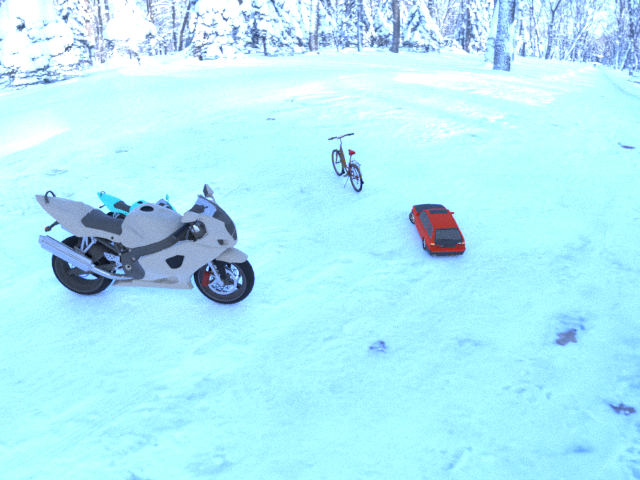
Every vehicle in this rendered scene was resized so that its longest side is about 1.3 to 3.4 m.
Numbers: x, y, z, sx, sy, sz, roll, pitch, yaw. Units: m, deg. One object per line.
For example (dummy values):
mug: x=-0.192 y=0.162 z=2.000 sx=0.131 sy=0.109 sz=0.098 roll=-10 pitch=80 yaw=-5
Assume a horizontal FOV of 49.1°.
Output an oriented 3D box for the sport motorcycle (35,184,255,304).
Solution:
sport motorcycle: x=-2.357 y=0.106 z=9.553 sx=2.955 sy=1.596 sz=0.983 roll=4 pitch=28 yaw=7

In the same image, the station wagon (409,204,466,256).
station wagon: x=1.917 y=-0.270 z=11.477 sx=0.682 sy=0.473 sz=1.597 roll=-2 pitch=28 yaw=-4

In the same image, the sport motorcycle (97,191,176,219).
sport motorcycle: x=-2.875 y=-0.329 z=11.215 sx=1.520 sy=0.821 sz=0.506 roll=10 pitch=29 yaw=18

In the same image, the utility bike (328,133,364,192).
utility bike: x=0.468 y=-1.499 z=13.310 sx=0.535 sy=0.946 sz=1.435 roll=-11 pitch=30 yaw=-20
